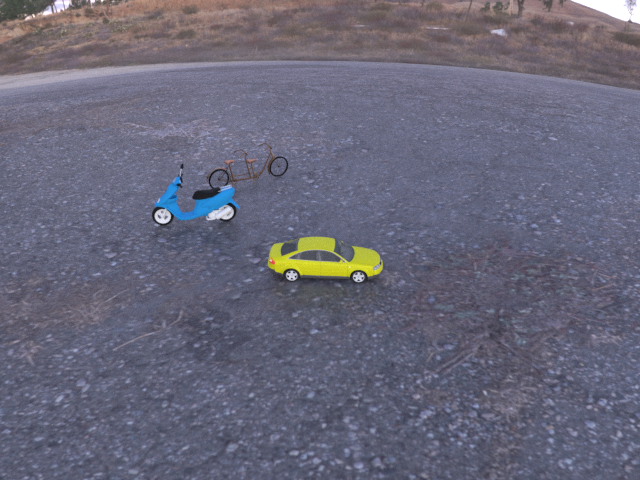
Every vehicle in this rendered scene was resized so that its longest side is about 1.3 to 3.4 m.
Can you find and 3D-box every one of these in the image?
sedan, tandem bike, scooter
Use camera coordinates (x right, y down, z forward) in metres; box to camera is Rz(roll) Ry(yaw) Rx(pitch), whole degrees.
[{"bbox_3d":[0.076,0.243,9.812,1.613,0.483,0.635,1,27,3],"label":"sedan"},{"bbox_3d":[-1.300,-1.342,12.670,1.642,0.682,0.283,-15,31,-27],"label":"tandem bike"},{"bbox_3d":[-1.994,-0.687,11.141,1.399,0.919,0.662,-4,28,-8],"label":"scooter"}]
